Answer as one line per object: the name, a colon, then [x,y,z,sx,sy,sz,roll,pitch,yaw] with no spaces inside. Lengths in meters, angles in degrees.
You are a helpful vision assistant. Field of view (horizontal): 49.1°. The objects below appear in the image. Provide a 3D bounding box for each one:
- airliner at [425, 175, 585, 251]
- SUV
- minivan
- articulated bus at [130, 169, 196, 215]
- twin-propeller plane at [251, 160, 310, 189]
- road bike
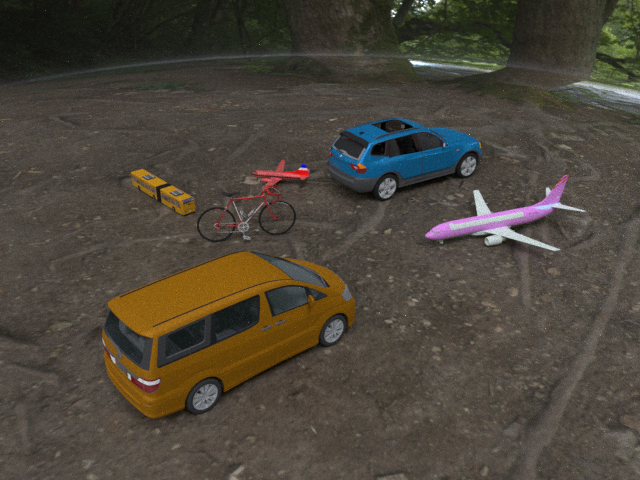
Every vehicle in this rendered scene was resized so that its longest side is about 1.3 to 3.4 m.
airliner: [2.795,-0.468,10.920,2.541,0.835,2.257,-10,30,-18]
SUV: [1.592,-1.639,12.793,3.058,1.128,1.276,-17,32,-28]
minivan: [-0.933,0.857,8.066,3.011,1.197,1.324,-22,35,-35]
articulated bus: [-2.757,-0.852,12.213,0.311,0.289,1.749,-23,36,-36]
twin-propeller plane: [-0.739,-1.228,12.790,1.095,0.407,1.370,5,29,10]
road bike: [-1.126,-0.401,10.777,1.545,0.852,0.358,-7,29,-12]
